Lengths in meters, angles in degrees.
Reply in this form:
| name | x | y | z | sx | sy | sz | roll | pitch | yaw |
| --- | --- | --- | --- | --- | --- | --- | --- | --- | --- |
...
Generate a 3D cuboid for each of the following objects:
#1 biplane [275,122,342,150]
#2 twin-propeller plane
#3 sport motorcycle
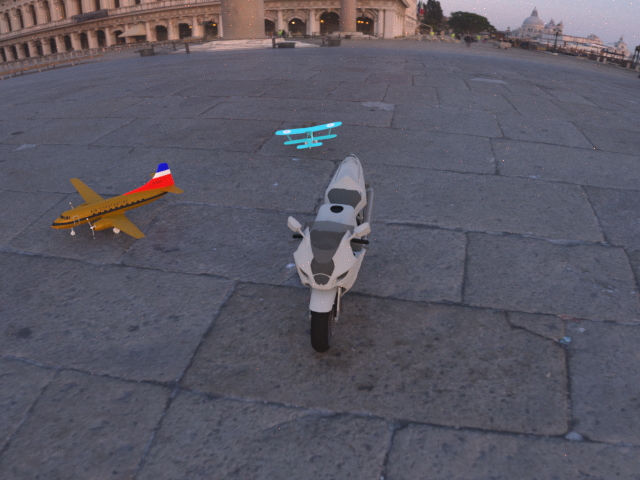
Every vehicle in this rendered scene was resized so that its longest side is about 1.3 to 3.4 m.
| name | x | y | z | sx | sy | sz | roll | pitch | yaw |
| --- | --- | --- | --- | --- | --- | --- | --- | --- | --- |
| biplane | -0.229 | -2.044 | 14.029 | 1.336 | 0.504 | 1.090 | 0 | 29 | -1 |
| twin-propeller plane | -3.300 | -0.655 | 11.277 | 2.129 | 0.792 | 2.663 | -21 | 36 | -33 |
| sport motorcycle | 0.222 | 0.091 | 9.139 | 0.983 | 1.596 | 2.955 | 5 | 30 | 8 |
